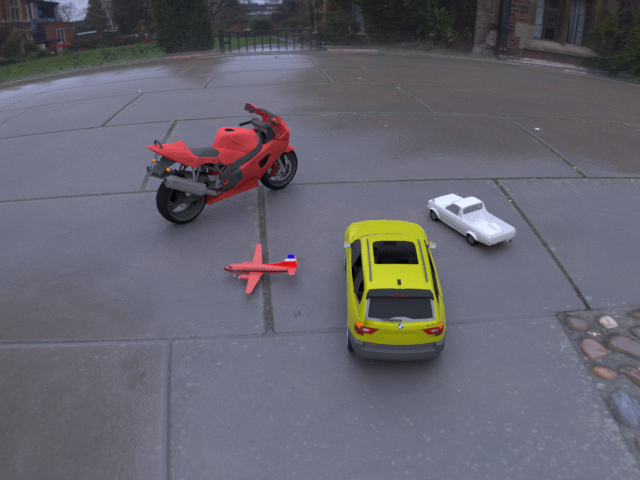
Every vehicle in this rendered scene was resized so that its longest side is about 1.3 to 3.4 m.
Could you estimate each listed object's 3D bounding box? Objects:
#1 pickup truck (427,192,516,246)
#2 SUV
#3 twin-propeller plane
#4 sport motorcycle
[{"bbox_3d":[2.462,-0.383,11.502,0.640,0.511,1.603,-16,34,-26],"label":"pickup truck"},{"bbox_3d":[0.957,0.440,9.442,1.276,1.128,3.058,0,30,1],"label":"SUV"},{"bbox_3d":[-0.877,0.376,10.279,1.095,0.407,1.370,1,30,2],"label":"twin-propeller plane"},{"bbox_3d":[-1.568,-1.320,12.046,2.955,1.596,0.983,-23,37,-34],"label":"sport motorcycle"}]
